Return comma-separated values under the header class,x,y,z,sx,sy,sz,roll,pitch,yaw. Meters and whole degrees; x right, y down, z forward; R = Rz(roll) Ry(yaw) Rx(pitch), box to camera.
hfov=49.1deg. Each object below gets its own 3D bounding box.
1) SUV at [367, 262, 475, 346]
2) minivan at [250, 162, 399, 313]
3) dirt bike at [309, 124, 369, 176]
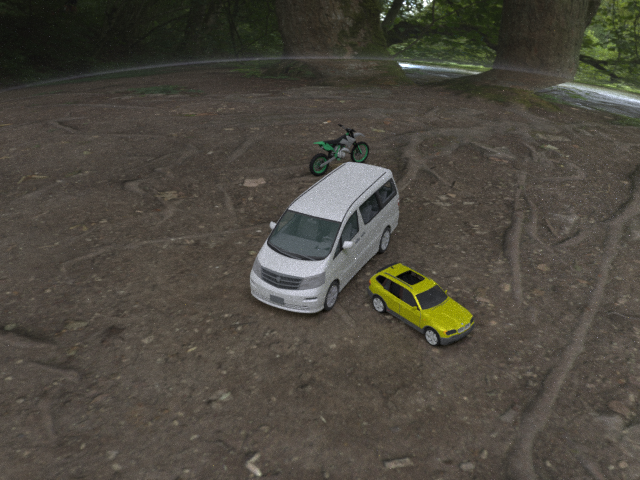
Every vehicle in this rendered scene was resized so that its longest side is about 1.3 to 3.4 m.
class,x,y,z,sx,sy,sz,roll,pitch,yaw
SUV,1.319,0.808,9.282,0.656,0.580,1.572,-21,35,-34
minivan,0.137,-0.109,10.333,1.324,1.197,3.011,14,31,25
dirt bike,0.394,-1.786,13.799,1.493,0.857,0.527,-20,34,-32
